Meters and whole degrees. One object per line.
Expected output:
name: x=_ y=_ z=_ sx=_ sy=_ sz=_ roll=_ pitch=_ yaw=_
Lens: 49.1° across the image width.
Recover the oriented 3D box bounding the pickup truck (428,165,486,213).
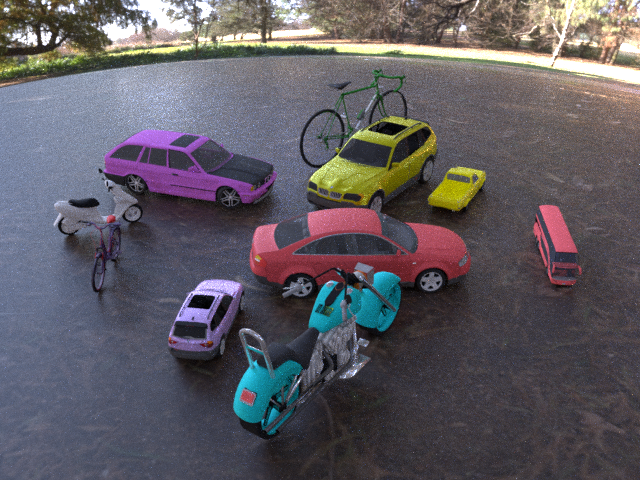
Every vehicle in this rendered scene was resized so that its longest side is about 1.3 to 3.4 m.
pickup truck: x=2.424 y=-0.943 z=12.255 sx=0.640 sy=0.511 sz=1.603 roll=14 pitch=32 yaw=24

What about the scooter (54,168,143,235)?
scooter: x=-3.561 y=-0.589 z=11.177 sx=1.399 sy=0.919 sz=0.662 roll=-13 pitch=31 yaw=-22

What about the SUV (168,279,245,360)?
SUV: x=-1.408 y=0.903 z=8.788 sx=0.656 sy=0.580 sz=1.572 roll=4 pitch=29 yaw=8

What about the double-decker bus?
double-decker bus: x=3.484 y=0.070 z=10.361 sx=0.389 sy=0.541 sz=1.672 roll=3 pitch=29 yaw=5

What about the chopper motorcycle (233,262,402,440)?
chopper motorcycle: x=0.121 y=0.943 z=7.773 sx=0.906 sy=1.480 sz=3.040 roll=18 pitch=33 yaw=29

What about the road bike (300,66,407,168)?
road bike: x=0.733 y=-2.451 z=13.831 sx=3.004 sy=1.656 sz=0.697 roll=-24 pitch=36 yaw=-36

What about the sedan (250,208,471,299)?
sedan: x=0.574 y=0.096 z=9.895 sx=3.137 sy=0.940 sz=1.235 roll=-2 pitch=29 yaw=-3

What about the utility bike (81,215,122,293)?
utility bike: x=-2.992 y=0.067 z=9.942 sx=0.535 sy=0.946 sz=1.435 roll=0 pitch=29 yaw=0

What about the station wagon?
station wagon: x=-2.321 y=-1.352 z=12.579 sx=3.105 sy=0.920 sz=1.327 roll=10 pitch=30 yaw=17

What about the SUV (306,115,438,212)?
SUV: x=0.995 y=-1.369 z=12.392 sx=1.276 sy=1.128 sz=3.058 roll=18 pitch=33 yaw=30
